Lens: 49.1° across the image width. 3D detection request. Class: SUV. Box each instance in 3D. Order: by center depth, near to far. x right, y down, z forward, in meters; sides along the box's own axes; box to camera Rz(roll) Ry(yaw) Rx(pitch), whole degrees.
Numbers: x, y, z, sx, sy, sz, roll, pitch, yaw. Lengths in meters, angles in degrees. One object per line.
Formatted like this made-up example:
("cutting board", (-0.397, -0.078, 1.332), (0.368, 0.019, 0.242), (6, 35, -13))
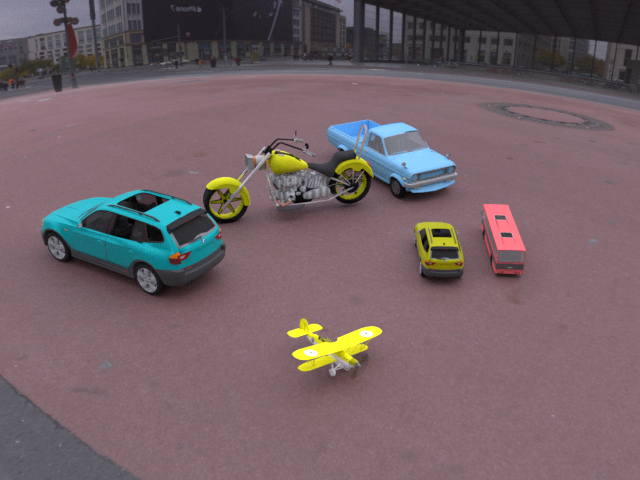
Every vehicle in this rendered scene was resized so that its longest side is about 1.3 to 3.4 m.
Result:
("SUV", (-2.861, -0.162, 10.518), (3.058, 1.128, 1.276), (16, 31, 28))
("SUV", (1.811, 0.057, 10.692), (0.656, 0.580, 1.572), (1, 27, 2))

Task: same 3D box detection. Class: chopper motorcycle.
("chopper motorcycle", (-0.518, -1.152, 12.095), (3.040, 1.480, 0.906), (-8, 28, -16))

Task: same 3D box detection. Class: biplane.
("biplane", (0.118, 1.270, 8.367), (1.336, 0.504, 1.090), (-22, 34, -36))

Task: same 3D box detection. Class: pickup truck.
("pickup truck", (1.352, -1.798, 13.921), (1.244, 0.993, 3.117), (-14, 30, -26))

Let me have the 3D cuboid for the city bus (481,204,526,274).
("city bus", (2.847, -0.016, 10.972), (0.476, 0.460, 1.674), (2, 27, 4))
